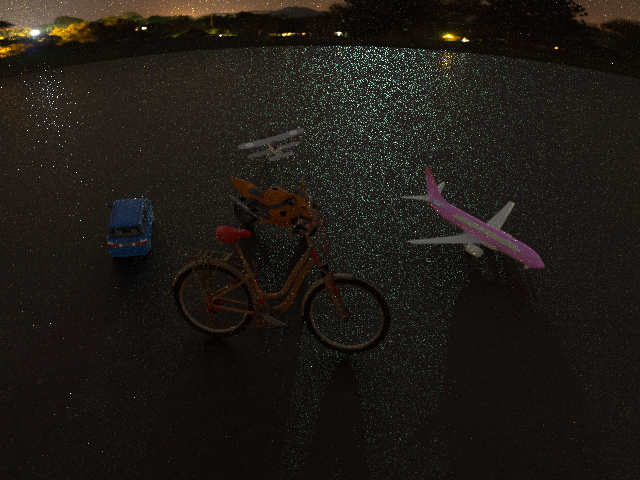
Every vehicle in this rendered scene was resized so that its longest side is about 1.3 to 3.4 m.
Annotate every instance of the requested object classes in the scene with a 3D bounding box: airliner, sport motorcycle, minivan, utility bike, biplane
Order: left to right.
[{"bbox_3d":[-2.914,-0.300,10.791,0.681,0.616,1.548,-5,30,-8],"label":"minivan"},{"bbox_3d":[-0.727,-0.533,10.991,1.520,0.821,0.506,13,32,22],"label":"sport motorcycle"},{"bbox_3d":[-0.888,-1.757,13.454,1.336,0.504,1.090,-10,31,-17],"label":"biplane"},{"bbox_3d":[-0.519,0.415,8.305,2.791,1.839,1.039,6,30,10],"label":"utility bike"},{"bbox_3d":[2.415,-0.337,10.634,2.257,0.835,2.541,-20,35,-30],"label":"airliner"}]
